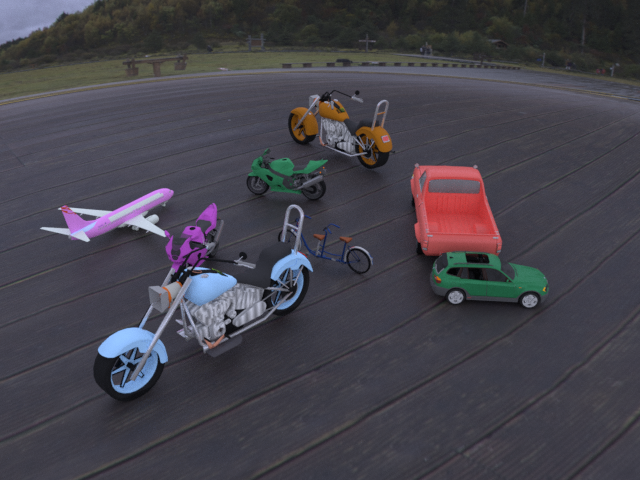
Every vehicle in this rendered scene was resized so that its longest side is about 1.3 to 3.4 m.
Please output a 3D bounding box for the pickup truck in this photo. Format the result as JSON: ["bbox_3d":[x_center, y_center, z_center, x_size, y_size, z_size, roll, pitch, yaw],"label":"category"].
[{"bbox_3d":[2.114,-0.587,11.217,1.244,0.993,3.117,2,26,4],"label":"pickup truck"}]

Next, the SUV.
[{"bbox_3d":[2.291,0.501,9.480,1.572,0.580,0.656,2,26,5],"label":"SUV"}]

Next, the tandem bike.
[{"bbox_3d":[0.054,0.042,10.295,1.642,0.682,0.283,15,30,28],"label":"tandem bike"}]

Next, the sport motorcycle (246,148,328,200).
[{"bbox_3d":[-0.601,-1.148,12.548,1.520,0.821,0.506,6,27,12],"label":"sport motorcycle"}]

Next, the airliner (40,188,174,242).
[{"bbox_3d":[-3.215,-0.578,11.377,2.257,0.835,2.541,13,29,25],"label":"airliner"}]

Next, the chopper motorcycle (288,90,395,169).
[{"bbox_3d":[0.342,-2.426,14.390,0.906,1.480,3.040,-20,32,-35],"label":"chopper motorcycle"}]

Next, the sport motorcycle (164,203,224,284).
[{"bbox_3d":[-1.788,0.095,10.029,0.506,0.821,1.520,7,27,13],"label":"sport motorcycle"}]

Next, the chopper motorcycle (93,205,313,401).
[{"bbox_3d":[-1.252,0.659,8.143,0.906,1.480,3.040,24,35,39],"label":"chopper motorcycle"}]
